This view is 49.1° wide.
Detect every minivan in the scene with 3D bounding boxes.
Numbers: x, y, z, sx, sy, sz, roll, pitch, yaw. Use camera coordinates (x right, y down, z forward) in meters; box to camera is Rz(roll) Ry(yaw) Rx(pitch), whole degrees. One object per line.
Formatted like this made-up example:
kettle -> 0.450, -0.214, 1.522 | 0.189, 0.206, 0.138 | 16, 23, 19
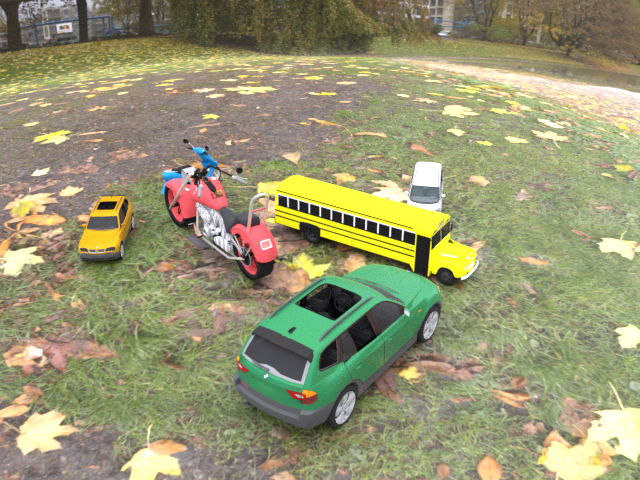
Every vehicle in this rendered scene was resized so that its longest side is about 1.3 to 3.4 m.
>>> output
minivan -> 1.826, -0.804, 12.111 | 0.681, 0.616, 1.548 | 5, 29, 9

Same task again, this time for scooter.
scooter -> -2.327, -1.282, 12.670 | 0.662, 0.919, 1.399 | 21, 35, 33

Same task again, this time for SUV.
SUV -> 0.323, 1.001, 8.270 | 1.276, 1.128, 3.058 | 20, 34, 32
SUV -> -3.368, -0.218, 11.073 | 0.656, 0.580, 1.572 | -2, 29, -3

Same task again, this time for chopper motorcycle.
chopper motorcycle -> -1.611, -0.489, 10.632 | 0.906, 1.480, 3.040 | -20, 34, -32

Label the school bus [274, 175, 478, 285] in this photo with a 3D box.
school bus -> 0.822, -0.205, 10.775 | 3.322, 0.844, 0.709 | 17, 33, 29
